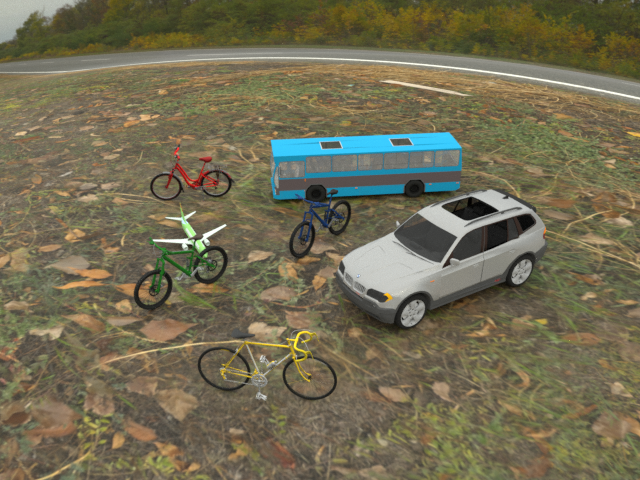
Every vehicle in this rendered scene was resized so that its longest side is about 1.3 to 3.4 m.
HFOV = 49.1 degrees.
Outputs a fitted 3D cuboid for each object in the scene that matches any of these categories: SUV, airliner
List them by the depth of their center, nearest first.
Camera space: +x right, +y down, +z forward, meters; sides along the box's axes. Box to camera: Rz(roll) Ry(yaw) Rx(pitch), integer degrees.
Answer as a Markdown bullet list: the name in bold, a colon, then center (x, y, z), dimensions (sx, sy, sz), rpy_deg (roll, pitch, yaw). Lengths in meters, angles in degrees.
- **SUV**: center (1.683, 0.134, 9.424), dimensions (3.058, 1.128, 1.276), rpy_deg (-17, 33, -27)
- **airliner**: center (-1.939, -0.136, 10.646), dimensions (1.161, 0.429, 1.307), rpy_deg (-13, 31, -23)

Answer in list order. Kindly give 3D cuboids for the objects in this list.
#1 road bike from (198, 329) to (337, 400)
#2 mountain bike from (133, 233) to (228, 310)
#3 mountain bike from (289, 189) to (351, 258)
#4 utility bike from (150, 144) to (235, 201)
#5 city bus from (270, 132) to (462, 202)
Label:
- **road bike**: center (-0.579, 1.334, 7.517), dimensions (1.545, 0.852, 0.358), rpy_deg (4, 29, 8)
- **mountain bike**: center (-1.835, 0.357, 9.288), dimensions (1.469, 0.868, 0.573), rpy_deg (-25, 37, -37)
- **mountain bike**: center (0.022, -0.315, 10.517), dimensions (0.573, 0.868, 1.469), rpy_deg (21, 35, 33)
- **utility bike**: center (-2.173, -1.097, 11.867), dimensions (1.435, 0.946, 0.535), rpy_deg (-5, 29, -9)
- **city bus**: center (0.777, -1.265, 12.227), dimensions (3.255, 0.894, 0.926), rpy_deg (-3, 29, -6)
